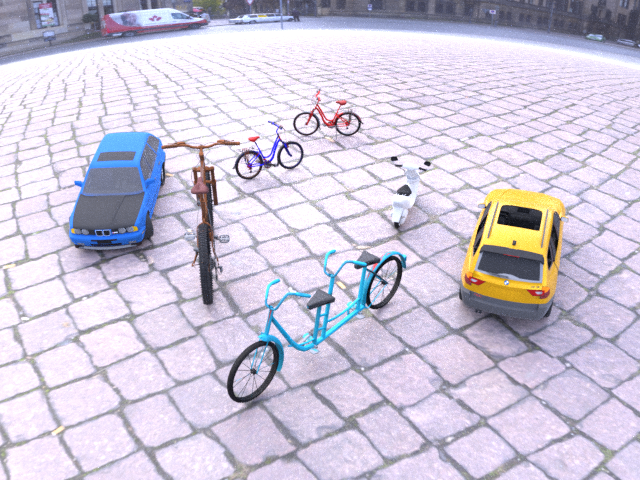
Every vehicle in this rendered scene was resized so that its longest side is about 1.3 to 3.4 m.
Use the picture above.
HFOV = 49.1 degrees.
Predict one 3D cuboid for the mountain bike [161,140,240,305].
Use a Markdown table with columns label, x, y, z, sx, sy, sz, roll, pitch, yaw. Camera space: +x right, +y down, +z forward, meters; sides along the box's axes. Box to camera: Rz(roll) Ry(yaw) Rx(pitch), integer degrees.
| label | x | y | z | sx | sy | sz | roll | pitch | yaw |
| --- | --- | --- | --- | --- | --- | --- | --- | --- | --- |
| mountain bike | -1.635 | -0.394 | 9.980 | 1.114 | 1.688 | 2.857 | -4 | 32 | -6 |

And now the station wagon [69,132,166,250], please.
| label | x | y | z | sx | sy | sz | roll | pitch | yaw |
| --- | --- | --- | --- | --- | --- | --- | --- | --- | --- |
| station wagon | -3.315 | -0.949 | 11.598 | 1.327 | 0.920 | 3.105 | -2 | 32 | -3 |

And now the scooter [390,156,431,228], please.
| label | x | y | z | sx | sy | sz | roll | pitch | yaw |
| --- | --- | --- | --- | --- | --- | --- | --- | --- | --- |
| scooter | 1.414 | -0.839 | 11.422 | 0.662 | 0.919 | 1.399 | 11 | 33 | 16 |

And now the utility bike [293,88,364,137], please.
| label | x | y | z | sx | sy | sz | roll | pitch | yaw |
| --- | --- | --- | --- | --- | --- | --- | --- | --- | --- |
| utility bike | 0.170 | -2.502 | 14.067 | 1.435 | 0.946 | 0.535 | 0 | 32 | 0 |

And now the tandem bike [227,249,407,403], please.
| label | x | y | z | sx | sy | sz | roll | pitch | yaw |
| --- | --- | --- | --- | --- | --- | --- | --- | --- | --- |
| tandem bike | 0.083 | 0.777 | 8.443 | 0.550 | 1.326 | 3.192 | 26 | 40 | 35 |

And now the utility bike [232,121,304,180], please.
| label | x | y | z | sx | sy | sz | roll | pitch | yaw |
| --- | --- | --- | --- | --- | --- | --- | --- | --- | --- |
| utility bike | -0.959 | -1.644 | 12.690 | 1.435 | 0.946 | 0.535 | -17 | 36 | -25 |

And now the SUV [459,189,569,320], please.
| label | x | y | z | sx | sy | sz | roll | pitch | yaw |
| --- | --- | --- | --- | --- | --- | --- | --- | --- | --- |
| SUV | 2.801 | -0.033 | 9.929 | 1.276 | 1.128 | 3.058 | 11 | 33 | 17 |
